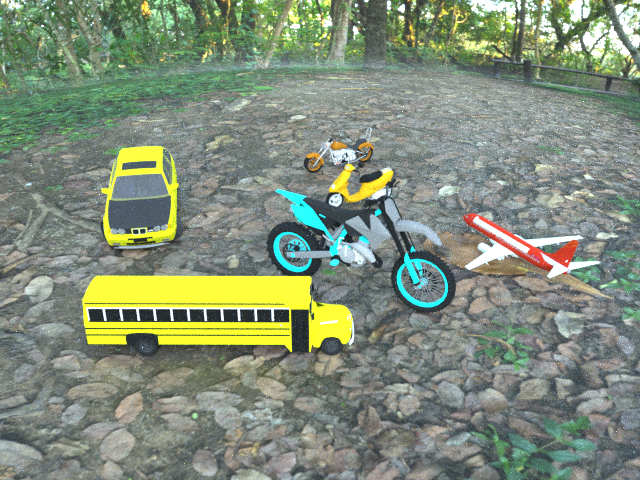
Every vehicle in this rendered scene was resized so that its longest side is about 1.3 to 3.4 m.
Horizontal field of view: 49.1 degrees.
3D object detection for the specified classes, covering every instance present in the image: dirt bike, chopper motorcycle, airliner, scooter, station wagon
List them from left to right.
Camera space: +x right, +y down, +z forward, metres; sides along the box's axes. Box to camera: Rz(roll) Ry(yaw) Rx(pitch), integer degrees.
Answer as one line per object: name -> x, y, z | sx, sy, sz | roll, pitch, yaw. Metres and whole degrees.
station wagon -> -3.111, -0.863, 12.242 | 1.327, 0.920, 3.105 | -5, 28, -10
chopper motorcycle -> 0.399, -1.846, 14.338 | 1.563, 0.761, 0.466 | -12, 30, -22
dirt bike -> 0.512, 0.027, 9.687 | 2.903, 1.666, 1.024 | 14, 30, 25
scooter -> 0.746, -1.073, 12.654 | 1.399, 0.919, 0.662 | -11, 29, -21
airliner -> 3.028, -0.100, 10.847 | 2.257, 0.835, 2.541 | -13, 30, -24

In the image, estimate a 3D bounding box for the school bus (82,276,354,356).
school bus -> -1.229, 0.926, 8.835 | 3.322, 0.844, 0.709 | 0, 27, 0
